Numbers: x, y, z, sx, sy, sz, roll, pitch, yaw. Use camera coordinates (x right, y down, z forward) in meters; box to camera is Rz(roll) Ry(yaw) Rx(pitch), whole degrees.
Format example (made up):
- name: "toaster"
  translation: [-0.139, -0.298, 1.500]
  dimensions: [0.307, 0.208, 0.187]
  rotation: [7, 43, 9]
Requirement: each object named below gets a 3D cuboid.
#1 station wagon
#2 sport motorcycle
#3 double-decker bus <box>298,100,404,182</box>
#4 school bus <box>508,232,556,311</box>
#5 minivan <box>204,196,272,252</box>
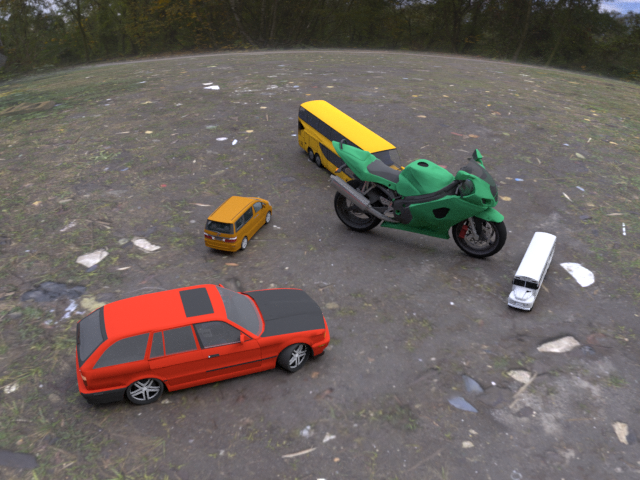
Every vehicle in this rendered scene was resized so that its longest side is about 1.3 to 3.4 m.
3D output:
- name: "station wagon"
  translation: [-1.424, 1.120, 8.673]
  dimensions: [3.105, 0.920, 1.327]
  rotation: [-10, 31, -16]
- name: "sport motorcycle"
  translation: [1.529, -0.669, 11.108]
  dimensions: [2.955, 1.596, 0.983]
  rotation: [14, 33, 22]
- name: "double-decker bus"
  translation: [0.524, -1.726, 13.494]
  dimensions: [0.756, 1.052, 3.251]
  rotation: [-14, 33, -23]
- name: "school bus"
  translation: [3.140, 0.448, 10.331]
  dimensions: [0.365, 0.434, 1.708]
  rotation: [14, 33, 23]
- name: "minivan"
  translation: [-1.326, -0.373, 11.577]
  dimensions: [0.681, 0.616, 1.548]
  rotation: [10, 31, 17]
